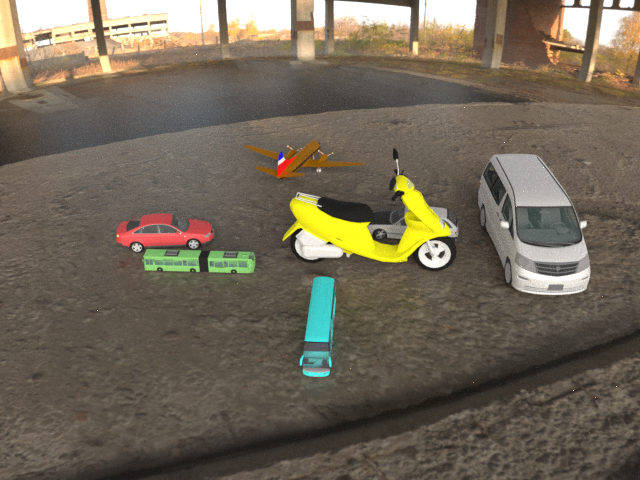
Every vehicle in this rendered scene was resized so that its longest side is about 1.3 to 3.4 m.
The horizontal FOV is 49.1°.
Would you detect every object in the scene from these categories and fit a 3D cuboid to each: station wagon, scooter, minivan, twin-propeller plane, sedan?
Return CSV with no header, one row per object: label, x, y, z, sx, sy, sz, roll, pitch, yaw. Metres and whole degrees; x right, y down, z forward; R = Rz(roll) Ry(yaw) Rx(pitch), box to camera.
station wagon,1.562,-0.308,11.984,1.597,0.473,0.682,4,30,8
scooter,0.769,-0.364,10.743,2.721,1.786,1.288,4,30,6
minivan,3.395,-0.321,11.269,1.324,1.197,3.011,0,29,0
twin-propeller plane,-0.419,-1.718,14.169,2.663,0.792,2.129,11,31,19
sedan,-2.589,-0.165,11.719,1.613,0.483,0.635,-3,29,-5

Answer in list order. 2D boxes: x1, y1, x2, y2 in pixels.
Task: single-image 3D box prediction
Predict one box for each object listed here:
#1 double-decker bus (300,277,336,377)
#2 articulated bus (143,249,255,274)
double-decker bus,0.002,1.144,9.329,0.389,0.541,1.672,2,29,3
articulated bus,-1.906,0.334,11.030,1.749,0.289,0.311,1,29,3
